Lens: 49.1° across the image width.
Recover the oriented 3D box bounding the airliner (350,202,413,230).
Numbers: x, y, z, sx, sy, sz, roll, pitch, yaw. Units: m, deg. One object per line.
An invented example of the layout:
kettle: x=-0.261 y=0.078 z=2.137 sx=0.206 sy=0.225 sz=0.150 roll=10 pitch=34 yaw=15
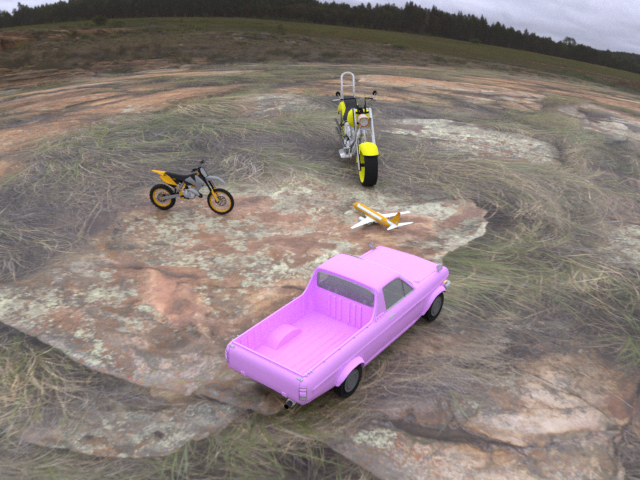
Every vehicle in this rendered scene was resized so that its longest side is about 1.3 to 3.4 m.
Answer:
airliner: x=0.906 y=-0.467 z=11.333 sx=1.161 sy=0.429 sz=1.307 roll=-16 pitch=31 yaw=-28

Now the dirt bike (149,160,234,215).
dirt bike: x=-2.149 y=-0.856 z=11.629 sx=1.493 sy=0.857 sz=0.527 roll=5 pitch=27 yaw=10

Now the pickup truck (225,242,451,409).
pickup truck: x=0.337 y=0.811 z=8.191 sx=1.244 sy=0.993 sz=3.117 roll=19 pitch=33 yaw=33

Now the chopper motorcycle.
chopper motorcycle: x=0.728 y=-2.210 z=13.609 sx=0.906 sy=1.480 sz=3.040 roll=-3 pitch=27 yaw=-6
